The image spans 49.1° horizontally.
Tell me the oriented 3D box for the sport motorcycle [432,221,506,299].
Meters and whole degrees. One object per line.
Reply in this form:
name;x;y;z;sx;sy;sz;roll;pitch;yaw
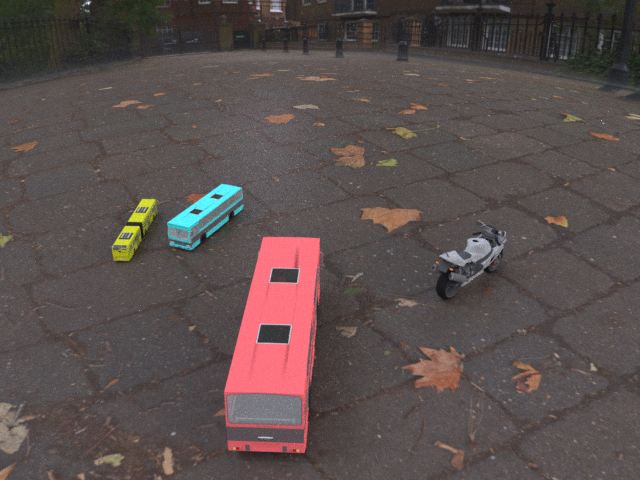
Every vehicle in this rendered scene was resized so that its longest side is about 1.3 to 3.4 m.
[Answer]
sport motorcycle;2.173;0.290;10.010;1.520;0.821;0.506;-24;37;-37

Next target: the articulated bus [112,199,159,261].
articulated bus;-3.004;-0.191;11.449;0.311;0.289;1.749;1;29;2

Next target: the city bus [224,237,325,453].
city bus;-0.468;1.118;8.414;0.926;0.894;3.255;1;29;2

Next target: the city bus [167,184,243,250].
city bus;-1.870;-0.389;11.634;0.476;0.460;1.674;12;31;21
